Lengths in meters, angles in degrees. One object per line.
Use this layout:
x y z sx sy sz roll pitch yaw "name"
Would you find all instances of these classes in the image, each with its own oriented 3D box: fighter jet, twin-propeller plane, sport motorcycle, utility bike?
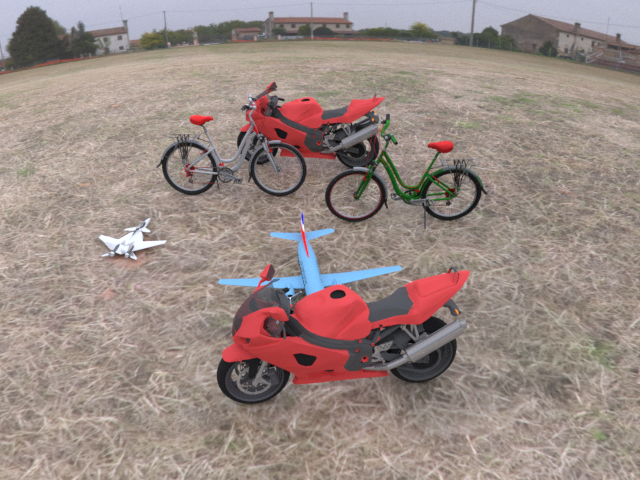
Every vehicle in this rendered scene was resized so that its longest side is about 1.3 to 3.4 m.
-3.074 -0.127 11.600 1.147 0.286 1.358 5 30 8 "fighter jet"
-0.148 0.357 10.240 2.663 0.792 2.129 -4 30 -7 "twin-propeller plane"
-0.219 -2.211 13.933 2.955 1.596 0.983 3 30 6 "sport motorcycle"
1.483 -1.058 11.665 2.791 1.839 1.039 -1 30 -2 "utility bike"
-1.633 -1.708 12.807 2.791 1.839 1.039 1 30 2 "utility bike"
0.262 1.112 8.103 2.955 1.596 0.983 -6 30 -10 "sport motorcycle"
